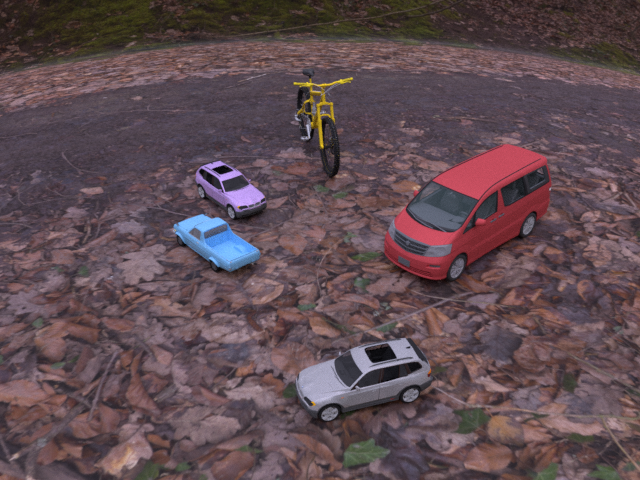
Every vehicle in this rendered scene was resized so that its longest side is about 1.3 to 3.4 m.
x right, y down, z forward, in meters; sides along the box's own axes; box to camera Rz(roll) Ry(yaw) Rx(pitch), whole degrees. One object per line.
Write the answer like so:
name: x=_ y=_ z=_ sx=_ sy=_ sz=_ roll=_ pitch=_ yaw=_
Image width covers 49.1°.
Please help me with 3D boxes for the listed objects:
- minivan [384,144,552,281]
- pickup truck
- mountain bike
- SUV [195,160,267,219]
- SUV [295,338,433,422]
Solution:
minivan: x=2.310 y=-0.479 z=10.750 sx=3.011 sy=1.197 sz=1.324 roll=-25 pitch=39 yaw=-36
pickup truck: x=-1.592 y=-0.003 z=10.622 sx=0.640 sy=0.511 sz=1.603 roll=-24 pitch=38 yaw=-34
mountain bike: x=-0.070 y=-2.414 z=13.508 sx=1.114 sy=1.688 sz=2.857 roll=-8 pitch=32 yaw=-13
SUV: x=-1.558 y=-0.898 z=12.051 sx=0.656 sy=0.580 sz=1.572 roll=-22 pitch=38 yaw=-33
SUV: x=0.502 y=1.538 z=7.979 sx=1.572 sy=0.580 sz=0.656 roll=-9 pitch=32 yaw=-15
